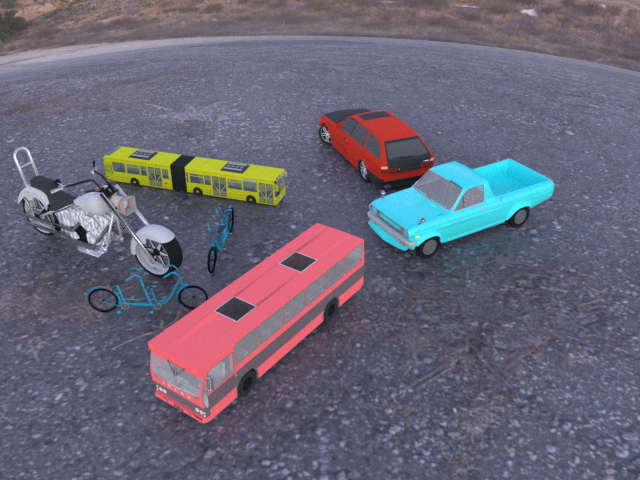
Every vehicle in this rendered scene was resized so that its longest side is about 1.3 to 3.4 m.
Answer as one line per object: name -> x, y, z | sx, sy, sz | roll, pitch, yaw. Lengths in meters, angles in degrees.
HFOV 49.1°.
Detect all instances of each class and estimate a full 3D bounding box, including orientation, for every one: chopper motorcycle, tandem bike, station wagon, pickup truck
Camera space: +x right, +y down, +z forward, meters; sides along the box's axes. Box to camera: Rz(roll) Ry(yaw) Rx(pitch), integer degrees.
chopper motorcycle -> -3.372, -0.425, 10.436 | 3.040, 1.480, 0.906 | 16, 35, 24
tandem bike -> -1.514, -0.142, 10.738 | 0.283, 0.682, 1.642 | 3, 31, 6
station wagon -> 1.012, -2.012, 13.582 | 1.327, 0.920, 3.105 | -12, 33, -19
tandem bike -> -2.340, 0.676, 9.394 | 1.642, 0.682, 0.283 | -1, 31, -2
pickup truck -> 2.314, -0.689, 11.338 | 3.117, 0.993, 1.244 | -17, 35, -26

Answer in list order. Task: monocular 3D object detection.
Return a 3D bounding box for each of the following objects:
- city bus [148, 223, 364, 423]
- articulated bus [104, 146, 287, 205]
city bus -> -0.641, 0.926, 8.780 | 0.926, 0.894, 3.255 | 20, 37, 29
articulated bus -> -2.250, -1.164, 12.533 | 3.401, 0.561, 0.605 | 9, 33, 15
